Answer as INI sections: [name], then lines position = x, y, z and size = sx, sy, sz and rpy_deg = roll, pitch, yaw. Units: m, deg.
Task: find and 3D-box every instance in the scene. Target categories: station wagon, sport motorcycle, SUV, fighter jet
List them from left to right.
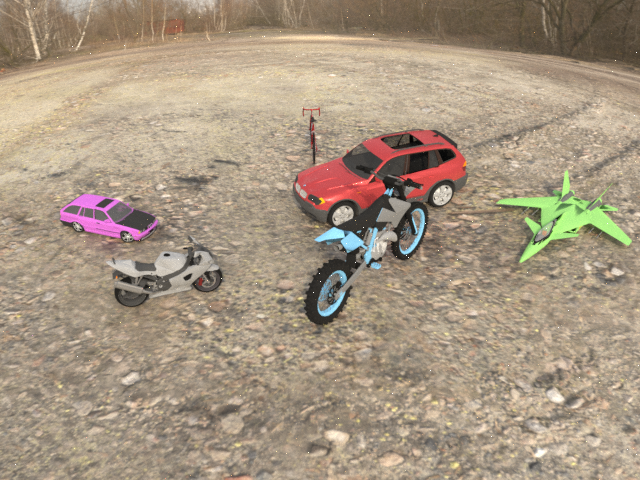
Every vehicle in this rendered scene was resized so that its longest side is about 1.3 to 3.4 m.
[station wagon]
position = -3.433, -0.391, 11.384
size = 1.597, 0.473, 0.682
rpy_deg = 11, 33, 18
[sport motorcycle]
position = -2.101, 0.468, 9.611
size = 1.520, 0.821, 0.506
rpy_deg = -10, 32, -16
[SUV]
position = 1.051, -1.143, 12.002
size = 3.058, 1.128, 1.276
rpy_deg = -12, 33, -20
[fighter jet]
position = 3.805, -0.342, 11.222
size = 2.229, 0.557, 2.640
rpy_deg = 22, 38, 32

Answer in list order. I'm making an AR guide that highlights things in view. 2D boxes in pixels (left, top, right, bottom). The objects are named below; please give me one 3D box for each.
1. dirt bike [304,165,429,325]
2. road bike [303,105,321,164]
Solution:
[dirt bike]
position = 0.727, -0.052, 9.657
size = 1.024, 1.666, 2.903
rpy_deg = 22, 37, 32
[road bike]
position = -0.148, -2.136, 13.930
size = 0.358, 0.852, 1.545
rpy_deg = -2, 31, -3
